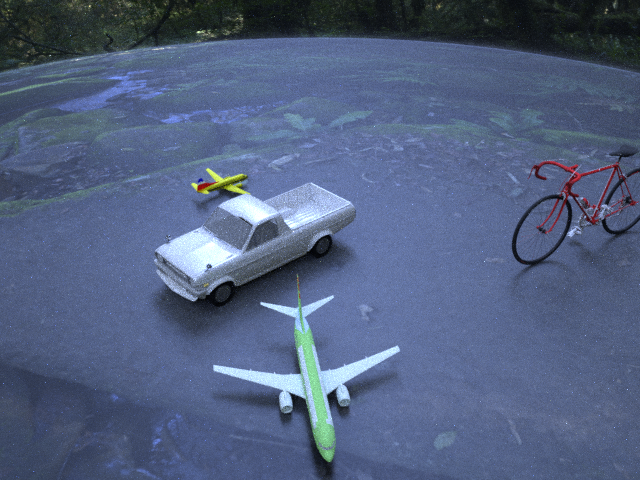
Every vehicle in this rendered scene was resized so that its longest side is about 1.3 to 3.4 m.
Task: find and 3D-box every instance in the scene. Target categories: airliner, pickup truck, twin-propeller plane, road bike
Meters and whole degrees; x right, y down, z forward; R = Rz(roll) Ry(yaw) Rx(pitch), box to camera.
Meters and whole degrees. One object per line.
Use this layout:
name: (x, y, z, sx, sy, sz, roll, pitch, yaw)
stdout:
airliner: (-0.100, 1.412, 8.101, 2.257, 0.835, 2.541, -5, 32, -8)
pickup truck: (-0.910, -0.118, 10.466, 3.117, 0.993, 1.244, -25, 39, -35)
twin-propeller plane: (-1.743, -1.054, 12.571, 1.095, 0.407, 1.370, -24, 39, -34)
road bike: (4.095, -0.587, 10.600, 3.004, 1.656, 0.697, -16, 35, -24)
